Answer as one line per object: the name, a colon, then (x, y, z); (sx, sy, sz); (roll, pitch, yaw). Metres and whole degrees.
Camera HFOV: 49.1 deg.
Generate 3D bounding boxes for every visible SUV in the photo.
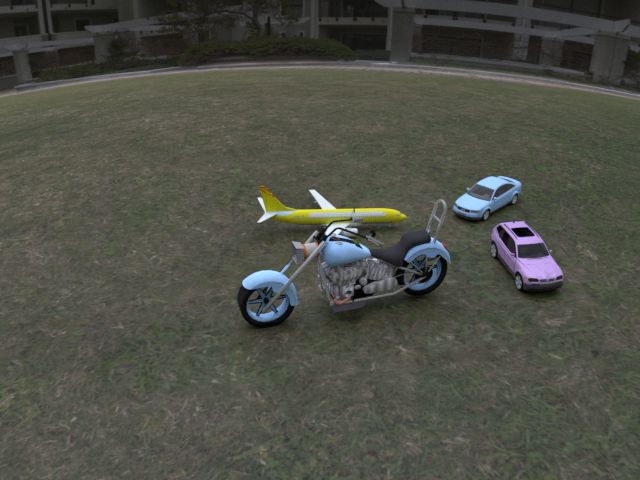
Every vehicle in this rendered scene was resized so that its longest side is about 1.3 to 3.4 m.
SUV: (3.117, 0.208, 10.625); (0.656, 0.580, 1.572); (-4, 29, -8)

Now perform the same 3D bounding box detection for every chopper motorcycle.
chopper motorcycle: (0.374, 0.307, 9.488); (3.040, 1.480, 0.906); (-9, 29, -16)

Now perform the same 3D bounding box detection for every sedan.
sedan: (3.031, -0.812, 12.631); (0.635, 0.483, 1.613); (25, 37, 38)

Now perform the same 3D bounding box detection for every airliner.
airliner: (0.214, -0.559, 11.786); (2.541, 0.835, 2.257); (-2, 28, -4)
